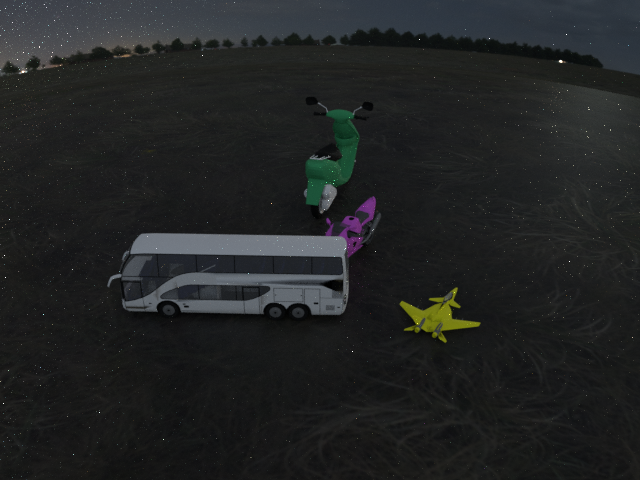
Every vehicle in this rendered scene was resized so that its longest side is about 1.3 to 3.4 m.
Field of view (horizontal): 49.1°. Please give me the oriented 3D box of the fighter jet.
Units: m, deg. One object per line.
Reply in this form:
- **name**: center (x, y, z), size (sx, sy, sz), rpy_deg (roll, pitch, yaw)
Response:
- **fighter jet**: center (1.699, 0.909, 9.737), size (1.147, 0.286, 1.358), rpy_deg (14, 31, 24)

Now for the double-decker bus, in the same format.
- **double-decker bus**: center (-1.229, 0.487, 9.714), size (3.251, 1.052, 0.756), rpy_deg (1, 28, 2)

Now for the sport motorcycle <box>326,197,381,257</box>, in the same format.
- **sport motorcycle**: center (0.505, -0.077, 11.011), size (0.506, 0.821, 1.520), rpy_deg (15, 32, 25)

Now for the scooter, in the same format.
- **scooter**: center (0.260, -1.629, 12.885), size (1.288, 1.786, 2.721), rpy_deg (8, 29, 15)
